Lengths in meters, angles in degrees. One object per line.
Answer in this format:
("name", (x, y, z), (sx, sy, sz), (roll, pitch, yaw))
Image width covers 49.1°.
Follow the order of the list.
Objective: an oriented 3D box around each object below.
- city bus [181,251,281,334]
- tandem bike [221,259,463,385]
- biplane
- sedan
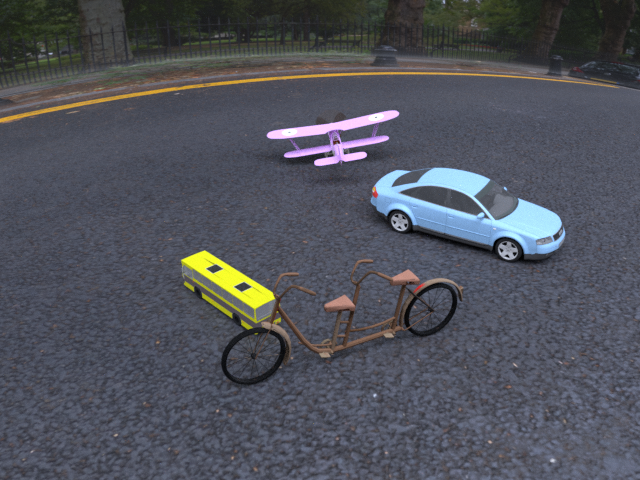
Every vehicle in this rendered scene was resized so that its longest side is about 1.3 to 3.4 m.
("city bus", (-1.226, 0.700, 9.451), (0.476, 0.460, 1.674), (-24, 37, -37))
("tandem bike", (0.357, 0.856, 8.263), (3.192, 1.326, 0.550), (-12, 31, -21))
("biplane", (0.275, -1.873, 13.615), (2.598, 0.981, 2.120), (-2, 29, -4))
("sedan", (2.334, -0.536, 11.213), (3.137, 0.940, 1.235), (17, 33, 27))
